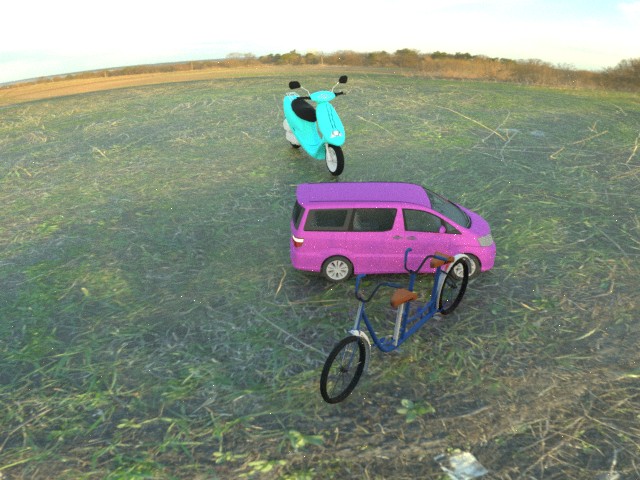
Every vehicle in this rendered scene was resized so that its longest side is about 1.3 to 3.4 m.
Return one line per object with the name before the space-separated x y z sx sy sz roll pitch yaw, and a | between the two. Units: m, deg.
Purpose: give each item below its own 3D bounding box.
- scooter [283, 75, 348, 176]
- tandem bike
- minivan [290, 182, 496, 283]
scooter | -0.153 -2.506 14.444 1.288 1.786 2.721 -12 28 -23
tandem bike | 1.020 0.743 8.216 0.550 1.326 3.192 19 32 35
minivan | 1.068 -0.177 10.280 3.011 1.197 1.324 -1 26 -2
